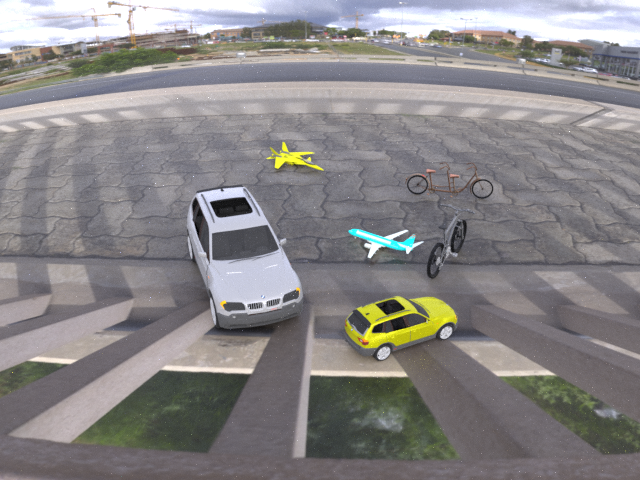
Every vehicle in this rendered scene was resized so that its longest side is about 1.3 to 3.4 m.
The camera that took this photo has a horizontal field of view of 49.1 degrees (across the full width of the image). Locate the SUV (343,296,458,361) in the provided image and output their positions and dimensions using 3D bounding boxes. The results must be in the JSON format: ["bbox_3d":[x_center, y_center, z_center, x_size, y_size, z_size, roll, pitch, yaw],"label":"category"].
[{"bbox_3d":[1.072,1.059,9.198,1.572,0.580,0.656,-14,31,-24],"label":"SUV"}]

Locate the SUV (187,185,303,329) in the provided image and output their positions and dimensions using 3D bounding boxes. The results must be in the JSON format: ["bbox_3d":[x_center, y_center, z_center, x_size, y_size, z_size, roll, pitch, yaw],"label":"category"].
[{"bbox_3d":[-1.200,0.143,10.313,1.276,1.128,3.058,-9,30,-16],"label":"SUV"}]

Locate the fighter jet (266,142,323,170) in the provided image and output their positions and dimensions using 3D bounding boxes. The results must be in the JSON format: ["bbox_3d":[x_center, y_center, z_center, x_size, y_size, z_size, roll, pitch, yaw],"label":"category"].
[{"bbox_3d":[-0.439,-1.707,14.613,1.358,0.286,1.147,22,36,35],"label":"fighter jet"}]

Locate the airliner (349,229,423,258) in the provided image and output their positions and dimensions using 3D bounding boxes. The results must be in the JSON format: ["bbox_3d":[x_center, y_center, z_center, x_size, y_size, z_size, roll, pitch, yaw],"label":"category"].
[{"bbox_3d":[1.004,-0.069,11.439,1.307,0.429,1.161,20,34,32],"label":"airliner"}]

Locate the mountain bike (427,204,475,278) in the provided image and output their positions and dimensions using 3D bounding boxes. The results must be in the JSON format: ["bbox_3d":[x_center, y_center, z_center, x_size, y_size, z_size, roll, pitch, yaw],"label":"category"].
[{"bbox_3d":[2.000,-0.009,10.867,0.573,0.868,1.469,16,33,28],"label":"mountain bike"}]

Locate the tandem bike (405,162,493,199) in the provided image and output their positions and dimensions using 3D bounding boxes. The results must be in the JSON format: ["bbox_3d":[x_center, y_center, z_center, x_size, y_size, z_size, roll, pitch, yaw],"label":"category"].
[{"bbox_3d":[2.427,-1.127,13.127,1.642,0.682,0.283,5,29,8],"label":"tandem bike"}]
